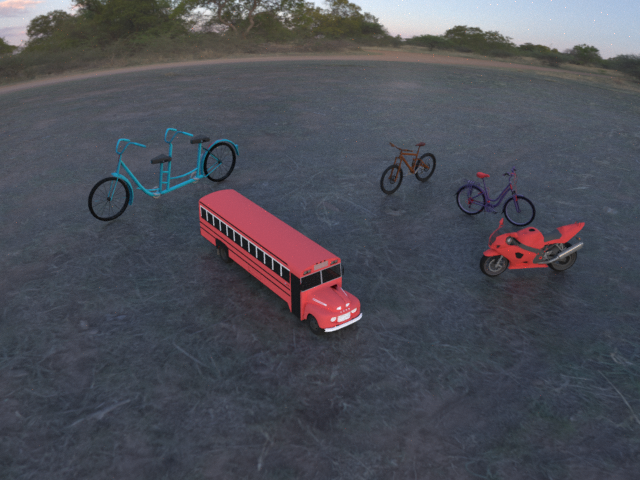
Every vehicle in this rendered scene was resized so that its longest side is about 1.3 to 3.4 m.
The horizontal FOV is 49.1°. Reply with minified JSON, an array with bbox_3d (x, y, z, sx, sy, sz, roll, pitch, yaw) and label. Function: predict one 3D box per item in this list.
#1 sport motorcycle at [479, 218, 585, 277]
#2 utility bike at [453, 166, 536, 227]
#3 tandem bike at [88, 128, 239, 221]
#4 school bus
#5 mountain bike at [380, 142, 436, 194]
[{"bbox_3d":[3.068,0.123,10.167,1.520,0.821,0.506,-4,28,-8],"label":"sport motorcycle"},{"bbox_3d":[2.949,-0.789,11.743,1.435,0.946,0.535,17,32,28],"label":"utility bike"},{"bbox_3d":[-2.678,-1.325,12.343,0.550,1.326,3.192,25,37,38],"label":"tandem bike"},{"bbox_3d":[-0.644,0.227,9.949,0.709,0.844,3.322,-19,34,-32],"label":"school bus"},{"bbox_3d":[1.649,-1.377,12.926,1.469,0.868,0.573,-22,35,-35],"label":"mountain bike"}]
